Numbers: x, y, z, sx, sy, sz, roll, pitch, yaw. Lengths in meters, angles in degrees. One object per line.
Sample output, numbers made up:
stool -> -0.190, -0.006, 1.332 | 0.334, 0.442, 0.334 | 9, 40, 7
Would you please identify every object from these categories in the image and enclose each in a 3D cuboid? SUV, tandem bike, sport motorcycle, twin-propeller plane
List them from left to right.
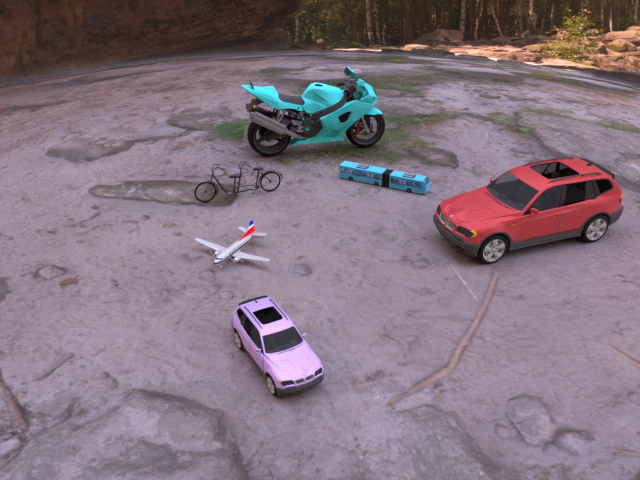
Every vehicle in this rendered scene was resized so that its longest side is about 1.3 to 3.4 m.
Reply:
twin-propeller plane -> -1.296, 0.072, 10.683 | 1.370, 0.407, 1.095 | 15, 32, 25
tandem bike -> -1.441, -1.080, 12.468 | 1.642, 0.682, 0.283 | -11, 31, -20
SUV -> -0.540, 1.227, 8.431 | 0.656, 0.580, 1.572 | -15, 32, -25
sport motorcycle -> -0.082, -2.545, 14.160 | 2.955, 1.596, 0.983 | -7, 30, -12
SUV -> 3.319, -0.565, 11.085 | 3.058, 1.128, 1.276 | -10, 31, -18

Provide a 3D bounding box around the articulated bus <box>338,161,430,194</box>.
articulated bus -> 1.175, -1.168, 13.031 | 1.749, 0.289, 0.311 | 14, 32, 23
